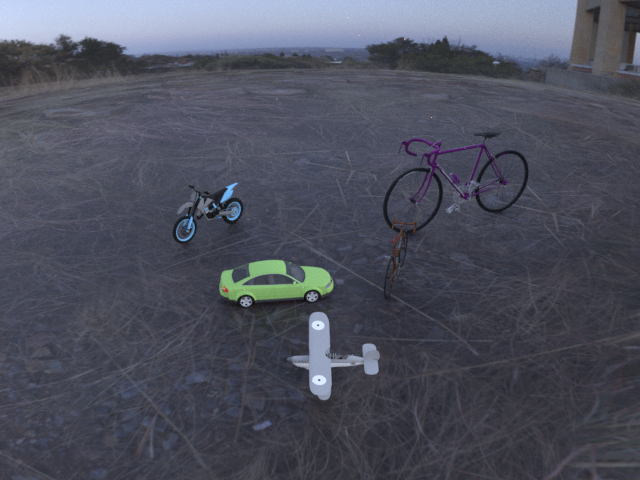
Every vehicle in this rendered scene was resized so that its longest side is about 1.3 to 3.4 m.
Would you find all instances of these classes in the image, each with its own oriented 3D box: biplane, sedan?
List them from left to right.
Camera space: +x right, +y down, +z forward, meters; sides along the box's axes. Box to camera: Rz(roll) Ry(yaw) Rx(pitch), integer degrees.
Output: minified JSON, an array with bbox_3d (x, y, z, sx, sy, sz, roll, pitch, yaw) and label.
[{"bbox_3d":[-0.614,0.566,9.900,1.613,0.483,0.635,-4,27,-7],"label":"sedan"},{"bbox_3d":[0.155,1.419,8.206,1.090,0.504,1.336,0,27,-1],"label":"biplane"}]

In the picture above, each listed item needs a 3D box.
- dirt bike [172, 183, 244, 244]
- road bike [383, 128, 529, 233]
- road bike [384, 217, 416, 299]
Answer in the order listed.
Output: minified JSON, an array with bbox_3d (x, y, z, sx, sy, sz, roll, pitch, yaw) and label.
[{"bbox_3d":[-1.838,-0.502,11.581,0.527,0.857,1.493,22,35,37],"label":"dirt bike"},{"bbox_3d":[2.364,-1.049,11.776,3.004,1.656,0.696,-13,30,-23],"label":"road bike"},{"bbox_3d":[1.121,0.215,10.183,0.358,0.852,1.545,8,28,16],"label":"road bike"}]
